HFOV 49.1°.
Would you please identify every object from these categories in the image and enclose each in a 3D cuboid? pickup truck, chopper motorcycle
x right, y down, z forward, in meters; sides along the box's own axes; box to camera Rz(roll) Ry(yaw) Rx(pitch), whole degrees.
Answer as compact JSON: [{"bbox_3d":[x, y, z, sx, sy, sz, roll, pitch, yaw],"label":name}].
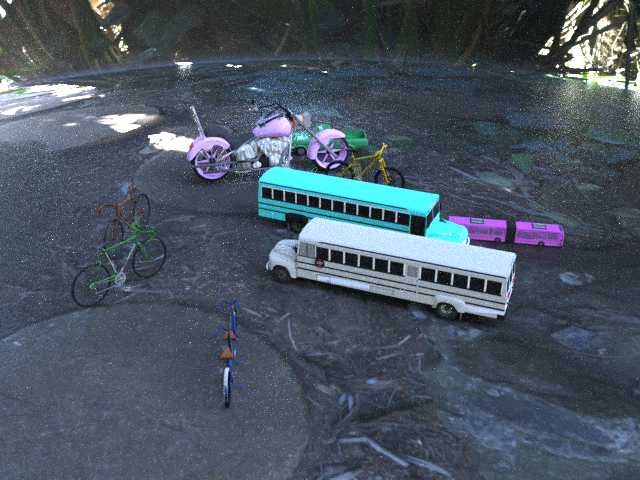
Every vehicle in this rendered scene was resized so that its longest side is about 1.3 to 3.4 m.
[{"bbox_3d":[0.165,-2.067,14.263,1.603,0.511,0.640,-1,28,-2],"label":"pickup truck"},{"bbox_3d":[-0.918,-1.856,12.813,3.040,1.480,0.906,-8,29,-16],"label":"chopper motorcycle"}]

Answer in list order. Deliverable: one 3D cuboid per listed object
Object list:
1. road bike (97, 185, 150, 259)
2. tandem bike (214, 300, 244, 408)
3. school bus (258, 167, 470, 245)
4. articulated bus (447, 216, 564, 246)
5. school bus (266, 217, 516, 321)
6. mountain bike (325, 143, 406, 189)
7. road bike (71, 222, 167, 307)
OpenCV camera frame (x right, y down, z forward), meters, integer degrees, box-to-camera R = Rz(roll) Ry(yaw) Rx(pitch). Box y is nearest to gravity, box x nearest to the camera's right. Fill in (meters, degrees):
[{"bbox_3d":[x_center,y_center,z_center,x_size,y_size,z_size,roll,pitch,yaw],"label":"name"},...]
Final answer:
[{"bbox_3d":[-2.914,-0.340,10.588,0.358,0.852,1.545,6,28,11],"label":"road bike"},{"bbox_3d":[-1.011,1.179,7.862,0.283,0.682,1.642,-1,28,-2],"label":"tandem bike"},{"bbox_3d":[0.646,-0.429,10.767,3.322,0.844,0.709,12,30,22],"label":"school bus"},{"bbox_3d":[2.834,-0.136,10.805,1.749,0.289,0.311,5,28,10],"label":"articulated bus"},{"bbox_3d":[0.857,0.337,9.299,3.322,0.844,0.709,11,29,20],"label":"school bus"},{"bbox_3d":[0.782,-1.225,12.265,1.469,0.868,0.573,9,29,16],"label":"mountain bike"},{"bbox_3d":[-2.667,0.305,9.352,0.358,0.852,1.545,20,34,34],"label":"road bike"}]
